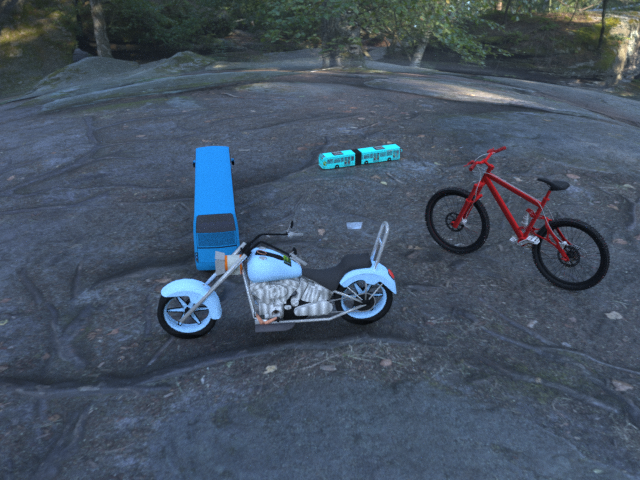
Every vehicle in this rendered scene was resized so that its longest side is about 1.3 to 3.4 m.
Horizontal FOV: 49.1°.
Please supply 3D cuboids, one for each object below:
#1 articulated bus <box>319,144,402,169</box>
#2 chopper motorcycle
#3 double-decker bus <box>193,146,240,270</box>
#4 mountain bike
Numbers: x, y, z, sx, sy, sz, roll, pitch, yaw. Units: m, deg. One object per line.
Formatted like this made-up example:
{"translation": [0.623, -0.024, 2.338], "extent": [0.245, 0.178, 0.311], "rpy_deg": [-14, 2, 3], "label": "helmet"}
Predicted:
{"translation": [0.834, -1.718, 14.420], "extent": [1.749, 0.289, 0.311], "rpy_deg": [-10, 29, -18], "label": "articulated bus"}
{"translation": [-0.534, 0.504, 8.817], "extent": [3.040, 1.480, 0.906], "rpy_deg": [-3, 27, -5], "label": "chopper motorcycle"}
{"translation": [-1.720, -0.640, 11.500], "extent": [0.756, 1.052, 3.251], "rpy_deg": [-4, 28, -8], "label": "double-decker bus"}
{"translation": [2.807, -0.310, 10.167], "extent": [2.857, 1.688, 1.114], "rpy_deg": [20, 33, 33], "label": "mountain bike"}
